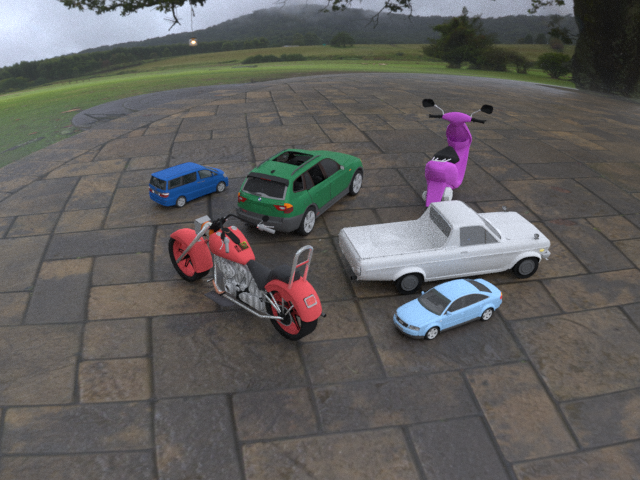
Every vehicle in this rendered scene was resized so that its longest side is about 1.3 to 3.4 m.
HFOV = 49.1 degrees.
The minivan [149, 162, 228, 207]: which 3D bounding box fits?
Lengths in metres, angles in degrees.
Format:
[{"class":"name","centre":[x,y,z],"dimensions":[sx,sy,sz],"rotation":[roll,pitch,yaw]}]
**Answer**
[{"class":"minivan","centre":[-2.442,-1.108,13.149],"dimensions":[0.681,0.616,1.548],"rotation":[24,36,38]}]

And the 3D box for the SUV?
[{"class":"SUV","centre":[-0.286,-1.082,12.545],"dimensions":[1.276,1.128,3.058],"rotation":[14,31,25]}]

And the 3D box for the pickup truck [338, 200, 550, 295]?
[{"class":"pickup truck","centre":[1.878,0.013,10.593],"dimensions":[3.117,0.993,1.244],"rotation":[-7,28,-12]}]

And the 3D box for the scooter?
[{"class":"scooter","centre":[2.367,-1.558,12.747],"dimensions":[1.288,1.786,2.721],"rotation":[10,29,18]}]

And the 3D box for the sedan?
[{"class":"sedan","centre":[1.741,0.874,9.493],"dimensions":[1.613,0.483,0.635],"rotation":[-14,31,-26]}]

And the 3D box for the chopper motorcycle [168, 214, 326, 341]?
[{"class":"chopper motorcycle","centre":[-1.134,0.286,9.545],"dimensions":[3.040,1.480,0.906],"rotation":[25,36,39]}]
